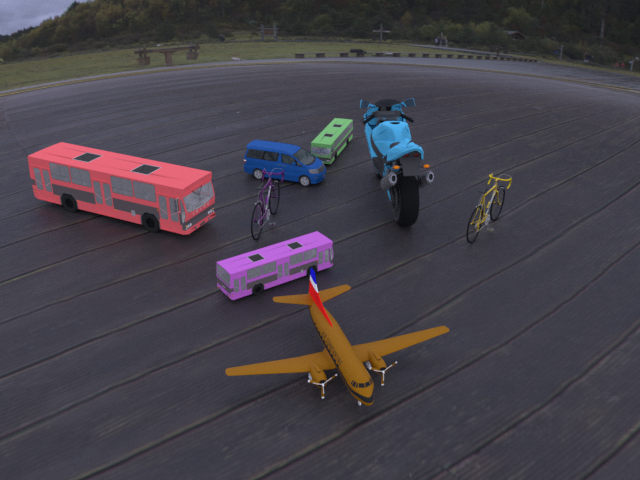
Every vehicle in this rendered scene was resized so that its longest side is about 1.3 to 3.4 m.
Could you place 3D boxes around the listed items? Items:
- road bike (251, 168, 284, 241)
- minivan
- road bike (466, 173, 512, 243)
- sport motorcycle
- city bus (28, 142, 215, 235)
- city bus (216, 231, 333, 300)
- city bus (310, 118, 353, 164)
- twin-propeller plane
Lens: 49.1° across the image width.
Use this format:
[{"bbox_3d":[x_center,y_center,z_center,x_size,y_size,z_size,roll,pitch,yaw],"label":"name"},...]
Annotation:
[{"bbox_3d":[-0.869,-0.614,11.257,0.358,0.852,1.545,6,28,11],"label":"road bike"},{"bbox_3d":[-0.651,-1.461,13.136,1.548,0.616,0.681,10,29,18],"label":"minivan"},{"bbox_3d":[2.655,-0.531,11.098,0.358,0.852,1.545,17,32,30],"label":"road bike"},{"bbox_3d":[1.265,-1.418,11.993,0.983,1.596,2.955,-3,28,-5],"label":"sport motorcycle"},{"bbox_3d":[-3.333,-0.861,11.685,3.255,0.894,0.926,13,30,23],"label":"city bus"},{"bbox_3d":[-0.608,0.361,9.810,1.674,0.460,0.476,-18,32,-30],"label":"city bus"},{"bbox_3d":[0.262,-2.030,14.396,0.476,0.460,1.674,8,29,15],"label":"city bus"},{"bbox_3d":[0.189,1.101,8.034,2.663,0.792,2.129,-9,29,-16],"label":"twin-propeller plane"}]
